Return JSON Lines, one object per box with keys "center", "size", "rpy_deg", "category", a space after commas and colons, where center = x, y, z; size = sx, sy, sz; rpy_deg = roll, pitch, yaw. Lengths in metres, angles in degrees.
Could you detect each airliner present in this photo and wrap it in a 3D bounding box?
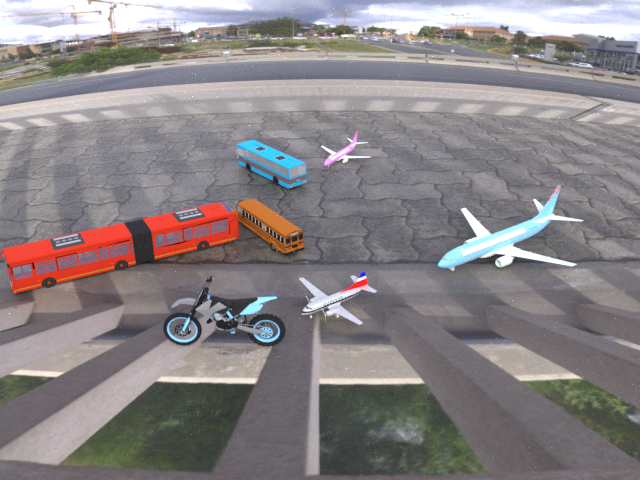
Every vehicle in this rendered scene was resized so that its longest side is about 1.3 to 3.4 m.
{"center": [0.440, -1.832, 14.117], "size": [1.161, 0.429, 1.307], "rpy_deg": [17, 32, 29], "category": "airliner"}
{"center": [2.755, -0.171, 10.549], "size": [2.541, 0.835, 2.257], "rpy_deg": [-17, 32, -29], "category": "airliner"}

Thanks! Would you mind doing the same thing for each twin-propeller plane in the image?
{"center": [0.203, 0.738, 9.291], "size": [1.095, 0.407, 1.370], "rpy_deg": [-18, 33, -31], "category": "twin-propeller plane"}

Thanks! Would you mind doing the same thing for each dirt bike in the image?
{"center": [-1.166, 0.928, 8.451], "size": [1.493, 0.857, 0.527], "rpy_deg": [0, 28, 0], "category": "dirt bike"}

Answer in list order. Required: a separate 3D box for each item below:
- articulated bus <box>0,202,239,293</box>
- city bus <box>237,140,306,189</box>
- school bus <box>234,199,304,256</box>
{"center": [-2.875, 0.065, 10.395], "size": [3.401, 0.561, 0.605], "rpy_deg": [-14, 31, -25], "category": "articulated bus"}
{"center": [-0.942, -1.438, 13.341], "size": [0.476, 0.460, 1.674], "rpy_deg": [-22, 35, -35], "category": "city bus"}
{"center": [-0.868, -0.251, 11.129], "size": [0.365, 0.434, 1.708], "rpy_deg": [-19, 33, -31], "category": "school bus"}
